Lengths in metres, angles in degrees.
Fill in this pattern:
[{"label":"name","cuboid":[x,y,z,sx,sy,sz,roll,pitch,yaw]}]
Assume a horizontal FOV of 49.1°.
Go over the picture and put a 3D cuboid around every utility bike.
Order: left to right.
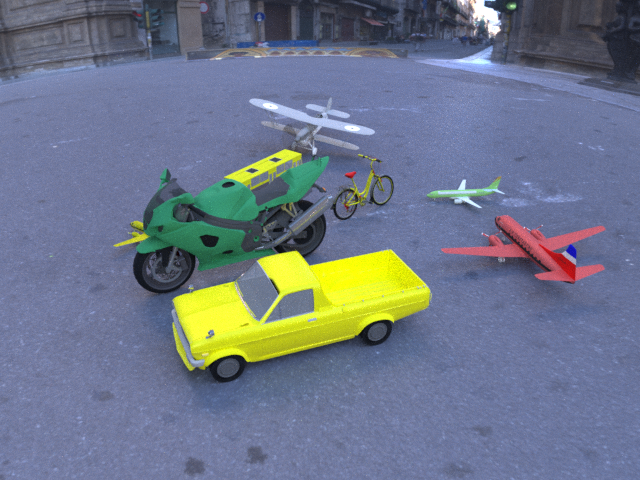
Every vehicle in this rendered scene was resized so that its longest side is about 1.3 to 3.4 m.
[{"label":"utility bike","cuboid":[0.685,-0.907,11.625,1.435,0.946,0.535,-22,36,-35]}]

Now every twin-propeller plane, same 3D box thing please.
[{"label":"twin-propeller plane","cuboid":[-2.579,-0.170,10.835,1.095,0.407,1.370,19,34,31]},{"label":"twin-propeller plane","cuboid":[3.069,0.018,10.087,2.663,0.792,2.129,-8,29,-14]}]

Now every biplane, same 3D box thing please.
[{"label":"biplane","cuboid":[-0.072,-2.338,14.217,2.598,0.981,2.120,9,30,17]}]

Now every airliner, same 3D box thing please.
[{"label":"airliner","cuboid":[2.503,-0.894,12.141,1.307,0.429,1.161,-1,29,-3]}]

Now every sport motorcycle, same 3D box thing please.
[{"label":"sport motorcycle","cuboid":[-1.174,-0.240,9.720,2.955,1.596,0.983,-15,32,-25]}]

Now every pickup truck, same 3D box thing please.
[{"label":"pickup truck","cuboid":[-0.229,0.734,8.561,3.117,0.993,1.244,-11,30,-19]}]

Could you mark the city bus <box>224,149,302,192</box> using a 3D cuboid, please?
[{"label":"city bus","cuboid":[-0.991,-1.131,12.544,0.476,0.460,1.674,20,34,32]}]
